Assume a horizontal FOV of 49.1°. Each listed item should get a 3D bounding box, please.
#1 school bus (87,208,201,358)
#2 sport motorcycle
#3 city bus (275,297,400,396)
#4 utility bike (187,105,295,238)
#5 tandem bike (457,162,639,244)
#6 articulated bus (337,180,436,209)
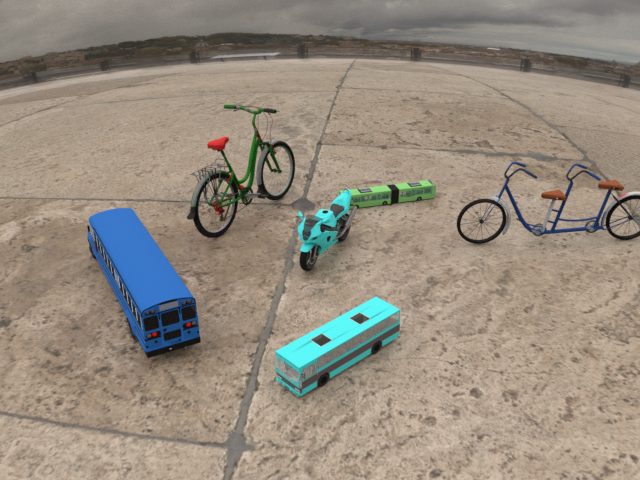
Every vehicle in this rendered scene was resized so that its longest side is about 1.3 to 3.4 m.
[{"bbox_3d":[-2.499,0.389,9.432,0.709,0.844,3.322,-14,31,-25],"label":"school bus"},{"bbox_3d":[0.095,-0.160,10.484,0.506,0.821,1.520,14,31,25],"label":"sport motorcycle"},{"bbox_3d":[0.239,1.239,8.247,1.674,0.460,0.476,-24,36,-37],"label":"city bus"},{"bbox_3d":[-1.310,-1.231,11.406,1.039,1.839,2.791,17,32,28],"label":"utility bike"},{"bbox_3d":[3.688,-0.553,10.682,3.192,1.326,0.550,-2,28,-3],"label":"tandem bike"},{"bbox_3d":[1.172,-0.793,12.232,1.749,0.289,0.311,-8,29,-15],"label":"articulated bus"}]
